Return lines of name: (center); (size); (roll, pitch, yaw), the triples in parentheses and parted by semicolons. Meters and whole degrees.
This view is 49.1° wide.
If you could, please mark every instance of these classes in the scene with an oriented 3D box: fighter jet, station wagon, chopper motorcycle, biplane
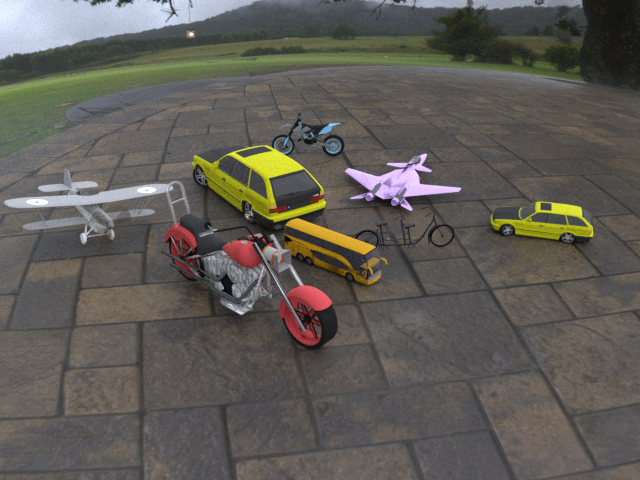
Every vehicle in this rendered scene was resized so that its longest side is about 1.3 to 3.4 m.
fighter jet: (1.603, -1.334, 13.122); (2.229, 0.557, 2.640); (12, 31, 22)
station wagon: (3.591, -0.339, 11.345); (1.597, 0.473, 0.682); (8, 29, 14)
station wagon: (-1.184, -1.168, 12.424); (1.327, 0.920, 3.105); (-18, 33, -30)
chopper motorcycle: (-0.999, 0.282, 9.111); (3.040, 1.480, 0.906); (23, 35, 36)
biplane: (-3.703, -0.575, 11.248); (2.598, 0.981, 2.120); (-20, 34, -32)

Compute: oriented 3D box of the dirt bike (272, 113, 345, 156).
dirt bike: (-0.242, -2.102, 14.242); (1.493, 0.857, 0.527); (0, 28, -1)

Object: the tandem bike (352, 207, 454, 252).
tandem bike: (1.288, -0.143, 10.756); (1.642, 0.682, 0.283); (-4, 28, -8)

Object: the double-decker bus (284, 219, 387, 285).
double-decker bus: (0.189, 0.174, 10.311); (1.672, 0.541, 0.389); (20, 34, 33)
